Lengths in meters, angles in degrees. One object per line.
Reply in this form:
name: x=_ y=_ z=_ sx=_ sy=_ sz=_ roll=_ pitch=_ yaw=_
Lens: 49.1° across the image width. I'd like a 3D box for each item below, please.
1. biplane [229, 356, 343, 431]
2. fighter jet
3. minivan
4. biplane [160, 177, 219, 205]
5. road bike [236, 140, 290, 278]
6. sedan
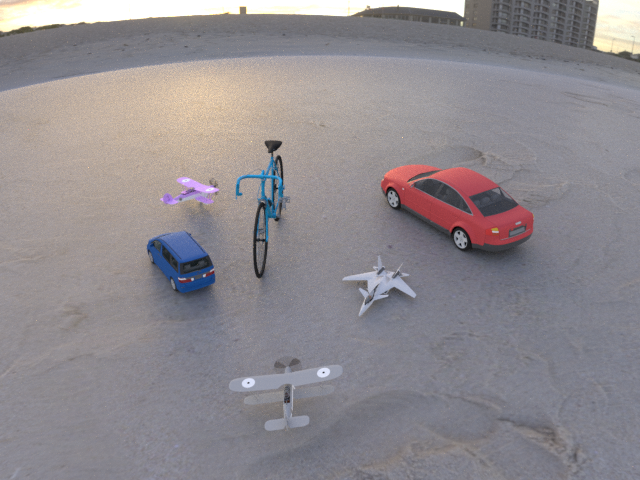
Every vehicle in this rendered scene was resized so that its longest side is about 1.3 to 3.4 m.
biplane: x=-0.395 y=1.813 z=8.094 sx=1.336 sy=0.504 sz=1.090 roll=-1 pitch=29 yaw=-1
fighter jet: x=0.830 y=0.690 z=10.305 sx=1.147 sy=0.286 sz=1.358 roll=13 pitch=32 yaw=21
minivan: x=-2.178 y=0.229 z=10.786 sx=0.681 sy=0.616 sz=1.548 roll=-17 pitch=34 yaw=-28
biplane: x=-2.372 y=-0.834 z=12.783 sx=1.090 sy=0.504 sz=1.336 roll=-22 pitch=36 yaw=-33
road bike: x=-0.817 y=-0.664 z=11.311 sx=0.696 sy=1.656 sz=3.004 roll=2 pitch=30 yaw=4
sedan: x=2.298 y=-0.757 z=12.204 sx=1.235 sy=0.940 sz=3.137 roll=-18 pitch=34 yaw=-29
